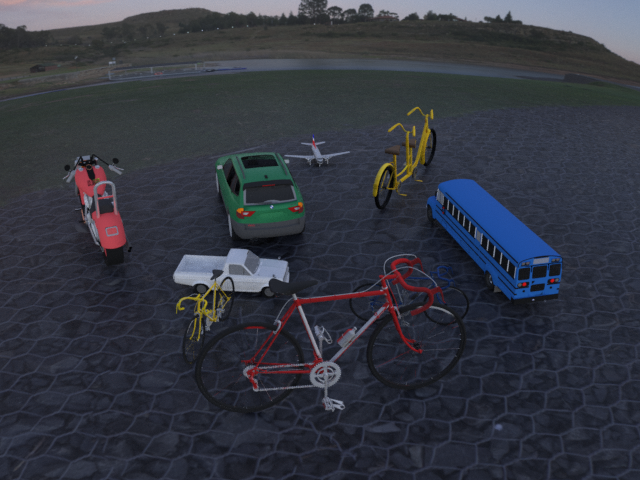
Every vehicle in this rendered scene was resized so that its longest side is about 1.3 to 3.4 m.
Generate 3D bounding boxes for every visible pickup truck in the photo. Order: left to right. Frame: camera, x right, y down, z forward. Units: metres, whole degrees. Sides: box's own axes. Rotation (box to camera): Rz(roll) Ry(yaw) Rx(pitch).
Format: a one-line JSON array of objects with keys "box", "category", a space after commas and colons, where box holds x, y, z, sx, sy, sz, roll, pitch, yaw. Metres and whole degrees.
[{"box": [-1.244, 0.430, 9.936, 1.603, 0.511, 0.640, 2, 27, 5], "category": "pickup truck"}]

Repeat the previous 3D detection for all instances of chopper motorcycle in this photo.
[{"box": [-3.571, -0.712, 11.114, 0.906, 1.480, 3.040, -12, 29, -22], "category": "chopper motorcycle"}]

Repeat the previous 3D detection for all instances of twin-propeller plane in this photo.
[{"box": [-0.069, -1.854, 14.546, 1.370, 0.407, 1.095, -4, 27, -8], "category": "twin-propeller plane"}]

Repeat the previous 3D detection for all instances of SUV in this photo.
[{"box": [-1.078, -0.973, 12.015, 1.276, 1.128, 3.058, -6, 28, -12], "category": "SUV"}]

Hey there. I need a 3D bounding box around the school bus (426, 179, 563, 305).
[{"box": [2.499, -0.132, 10.674, 0.709, 0.844, 3.322, -6, 28, -12], "category": "school bus"}]

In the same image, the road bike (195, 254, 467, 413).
[{"box": [0.170, 1.050, 7.452, 3.004, 1.656, 0.696, -6, 27, -11], "category": "road bike"}]

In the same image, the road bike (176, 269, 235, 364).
[{"box": [-1.370, 0.865, 8.702, 0.358, 0.852, 1.545, 7, 28, 14], "category": "road bike"}]

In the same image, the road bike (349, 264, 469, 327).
[{"box": [1.150, 0.716, 8.997, 1.545, 0.852, 0.358, 2, 27, 4], "category": "road bike"}]

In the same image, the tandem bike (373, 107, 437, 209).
[{"box": [1.646, -1.621, 13.073, 0.550, 1.326, 3.192, 13, 30, 24], "category": "tandem bike"}]
